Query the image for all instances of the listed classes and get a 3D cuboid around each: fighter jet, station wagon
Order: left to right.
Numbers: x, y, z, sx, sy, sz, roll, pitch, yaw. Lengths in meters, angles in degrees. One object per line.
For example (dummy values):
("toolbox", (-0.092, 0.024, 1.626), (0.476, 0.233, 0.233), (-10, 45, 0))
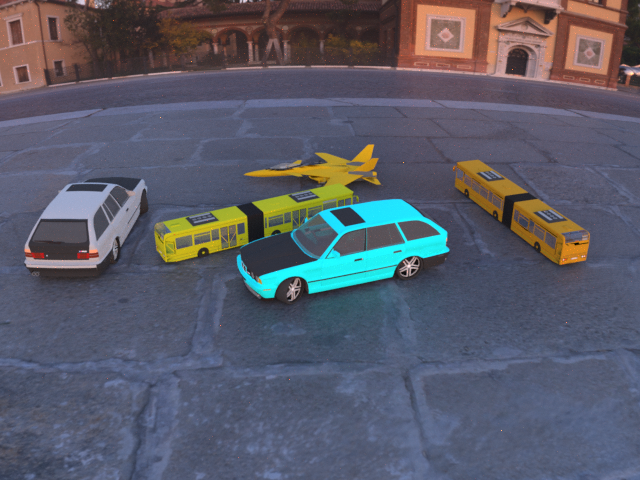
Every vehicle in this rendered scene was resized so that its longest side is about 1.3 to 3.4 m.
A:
("station wagon", (-3.674, -0.456, 11.312), (1.327, 0.920, 3.105), (0, 27, 1))
("fighter jet", (-0.180, -1.457, 13.702), (2.640, 0.557, 2.229), (-1, 27, -2))
("station wagon", (0.329, 0.069, 10.270), (3.105, 0.920, 1.327), (-10, 29, -20))

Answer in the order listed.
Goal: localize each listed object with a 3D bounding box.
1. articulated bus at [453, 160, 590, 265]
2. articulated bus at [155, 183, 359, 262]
("articulated bus", (3.303, -0.567, 11.931), (0.605, 0.561, 3.401), (-8, 28, -16))
("articulated bus", (-0.968, -0.314, 11.429), (3.401, 0.561, 0.605), (-14, 30, -26))
